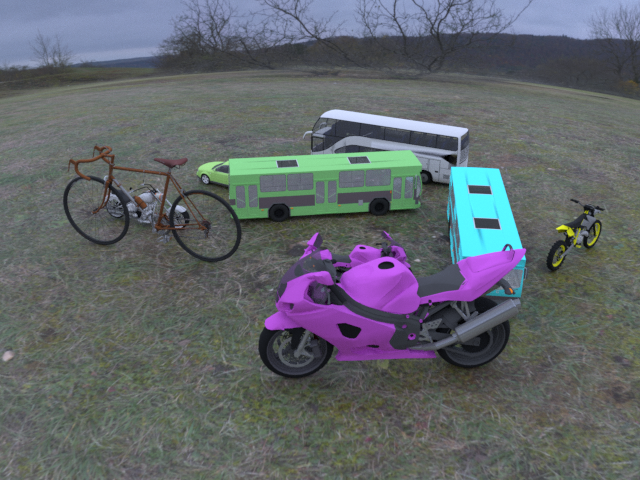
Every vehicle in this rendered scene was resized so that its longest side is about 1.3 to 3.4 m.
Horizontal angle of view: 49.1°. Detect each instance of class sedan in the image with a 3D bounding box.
[{"bbox_3d":[-1.614,-1.266,13.168,1.613,0.483,0.635,16,31,28],"label":"sedan"}]

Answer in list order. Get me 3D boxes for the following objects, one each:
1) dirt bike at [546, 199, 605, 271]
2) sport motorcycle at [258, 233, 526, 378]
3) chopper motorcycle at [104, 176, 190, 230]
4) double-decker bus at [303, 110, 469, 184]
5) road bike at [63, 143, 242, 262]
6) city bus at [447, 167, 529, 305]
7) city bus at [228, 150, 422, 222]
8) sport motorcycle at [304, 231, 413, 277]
[{"bbox_3d":[3.833,-0.108,10.444,1.493,0.857,0.527,-22,34,-37],"label":"dirt bike"},{"bbox_3d":[0.778,0.799,7.812,2.955,1.596,0.983,-3,27,-6],"label":"sport motorcycle"},{"bbox_3d":[-2.891,-0.617,11.565,1.563,0.761,0.466,9,28,17],"label":"chopper motorcycle"},{"bbox_3d":[1.267,-1.846,13.691,3.251,1.052,0.756,13,29,24],"label":"double-decker bus"},{"bbox_3d":[-2.570,-0.544,10.422,3.004,1.656,0.697,8,28,16],"label":"road bike"},{"bbox_3d":[2.371,-0.094,10.374,0.926,0.894,3.255,3,27,6],"label":"city bus"},{"bbox_3d":[0.070,-0.922,12.025,3.255,0.894,0.926,-4,27,-7],"label":"city bus"},{"bbox_3d":[0.538,0.382,9.508,1.520,0.821,0.506,-5,27,-10],"label":"sport motorcycle"}]
